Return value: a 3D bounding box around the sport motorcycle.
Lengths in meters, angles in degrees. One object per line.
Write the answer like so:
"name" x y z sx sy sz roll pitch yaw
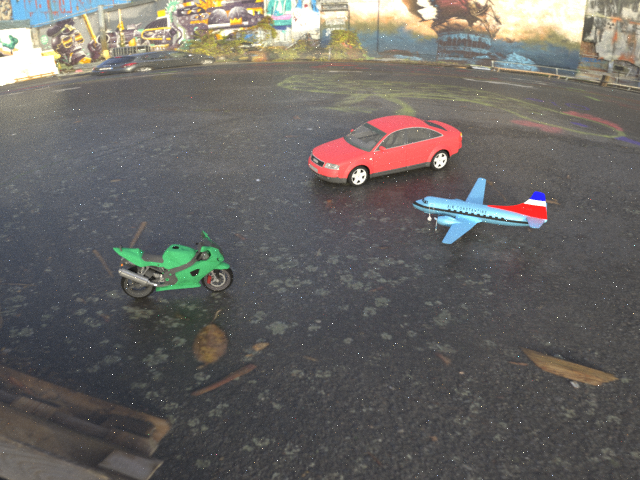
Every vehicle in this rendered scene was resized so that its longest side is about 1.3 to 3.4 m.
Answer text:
"sport motorcycle" -1.926 0.371 9.319 1.520 0.821 0.506 -4 28 -8

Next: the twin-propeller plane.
"twin-propeller plane" 2.505 -0.534 11.097 2.129 0.792 2.663 11 29 20

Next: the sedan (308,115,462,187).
"sedan" 1.267 -1.811 13.397 3.137 0.940 1.235 -13 30 -24
